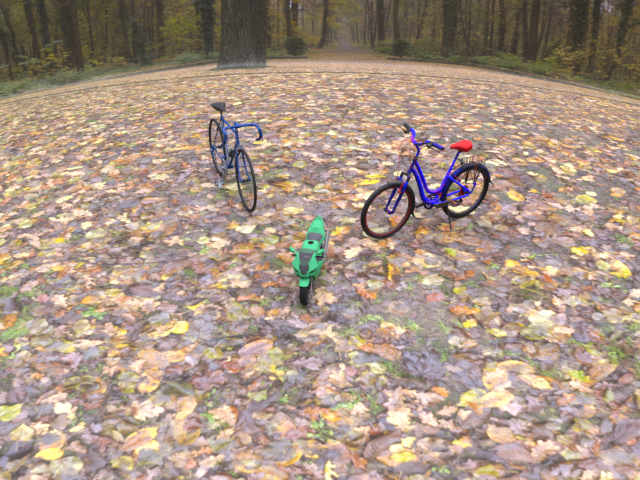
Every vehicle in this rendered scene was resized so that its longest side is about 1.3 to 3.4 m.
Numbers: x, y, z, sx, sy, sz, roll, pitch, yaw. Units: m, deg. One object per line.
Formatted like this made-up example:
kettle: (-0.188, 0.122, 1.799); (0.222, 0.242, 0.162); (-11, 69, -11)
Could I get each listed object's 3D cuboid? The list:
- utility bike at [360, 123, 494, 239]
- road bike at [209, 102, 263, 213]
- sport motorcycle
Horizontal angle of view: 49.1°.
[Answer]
utility bike: (1.932, -0.983, 11.679); (2.791, 1.839, 1.039); (-15, 31, -25)
road bike: (-1.697, -1.681, 13.182); (0.697, 1.656, 3.004); (-11, 30, -20)
sport motorcycle: (-0.130, 0.289, 10.378); (0.506, 0.821, 1.520); (4, 28, 8)
